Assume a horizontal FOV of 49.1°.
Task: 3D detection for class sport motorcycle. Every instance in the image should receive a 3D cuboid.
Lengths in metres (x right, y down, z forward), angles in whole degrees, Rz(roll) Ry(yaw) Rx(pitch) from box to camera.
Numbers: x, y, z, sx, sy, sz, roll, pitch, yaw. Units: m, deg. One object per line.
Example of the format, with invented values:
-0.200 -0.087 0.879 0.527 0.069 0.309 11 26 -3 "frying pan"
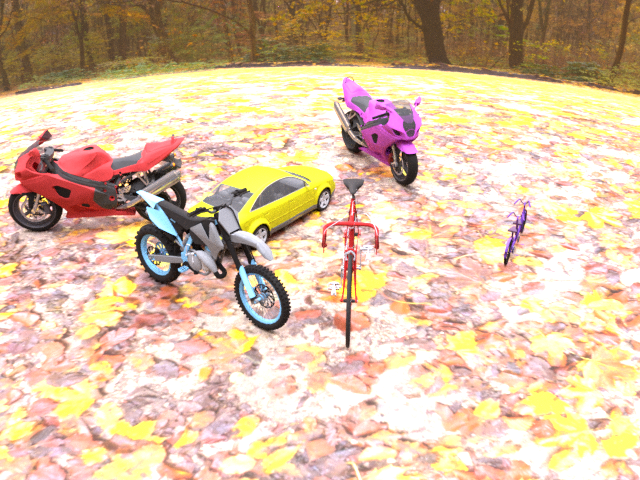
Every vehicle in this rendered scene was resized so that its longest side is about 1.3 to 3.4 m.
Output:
1.159 -2.239 14.073 0.983 1.596 2.955 -12 30 -22 "sport motorcycle"
-3.670 -0.953 11.571 2.955 1.596 0.983 -4 28 -8 "sport motorcycle"

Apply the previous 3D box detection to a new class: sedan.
-0.907 -0.759 11.912 1.235 0.940 3.137 18 32 31 "sedan"

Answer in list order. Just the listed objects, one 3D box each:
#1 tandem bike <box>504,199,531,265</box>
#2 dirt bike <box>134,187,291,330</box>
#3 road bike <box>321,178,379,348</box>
3.112 -0.182 11.073 0.283 0.682 1.642 12 30 22 "tandem bike"
-1.530 0.134 9.383 2.903 1.666 1.024 19 33 33 "dirt bike"
0.423 0.117 9.427 0.696 1.656 3.004 2 27 3 "road bike"
